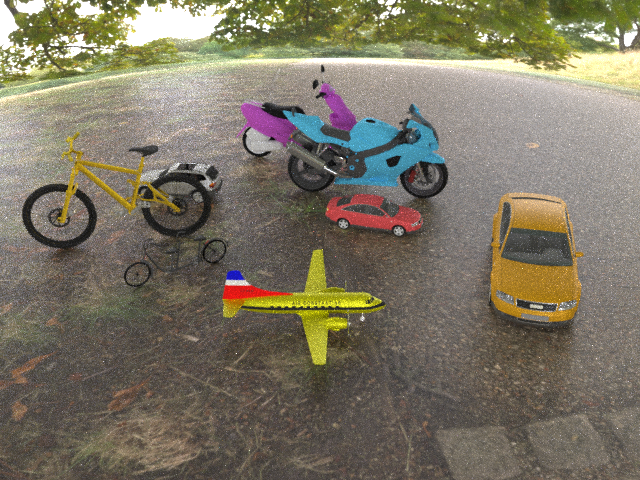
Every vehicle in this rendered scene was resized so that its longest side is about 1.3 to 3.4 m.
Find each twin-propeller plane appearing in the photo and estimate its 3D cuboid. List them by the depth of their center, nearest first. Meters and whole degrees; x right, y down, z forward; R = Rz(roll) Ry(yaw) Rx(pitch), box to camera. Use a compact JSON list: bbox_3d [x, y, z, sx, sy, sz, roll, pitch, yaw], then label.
[{"bbox_3d":[-0.202,0.730,9.084,2.129,0.792,2.663,0,29,-1],"label":"twin-propeller plane"}]

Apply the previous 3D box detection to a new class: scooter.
[{"bbox_3d":[-0.338,-2.446,13.871,2.721,1.786,1.288,3,29,6],"label":"scooter"}]

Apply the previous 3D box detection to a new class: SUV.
[{"bbox_3d":[-2.556,-1.078,12.620,1.572,0.580,0.656,4,29,7],"label":"SUV"}]

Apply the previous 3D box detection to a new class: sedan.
[{"bbox_3d":[3.089,0.094,10.096,1.235,0.940,3.137,7,29,12],"label":"sedan"},{"bbox_3d":[0.897,-0.459,11.588,1.613,0.483,0.635,8,30,14],"label":"sedan"}]

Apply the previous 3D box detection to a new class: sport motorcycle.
[{"bbox_3d":[0.811,-1.543,12.413,2.955,1.596,0.983,4,29,8],"label":"sport motorcycle"}]

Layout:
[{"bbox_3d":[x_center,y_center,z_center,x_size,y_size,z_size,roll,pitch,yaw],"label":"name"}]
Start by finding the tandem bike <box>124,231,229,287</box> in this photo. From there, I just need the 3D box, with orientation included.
[{"bbox_3d":[-2.069,0.204,10.164,1.642,0.682,0.283,-18,33,-29],"label":"tandem bike"}]

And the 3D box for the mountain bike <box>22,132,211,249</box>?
[{"bbox_3d":[-3.138,-0.717,10.803,2.857,1.688,1.114,-6,29,-11],"label":"mountain bike"}]
